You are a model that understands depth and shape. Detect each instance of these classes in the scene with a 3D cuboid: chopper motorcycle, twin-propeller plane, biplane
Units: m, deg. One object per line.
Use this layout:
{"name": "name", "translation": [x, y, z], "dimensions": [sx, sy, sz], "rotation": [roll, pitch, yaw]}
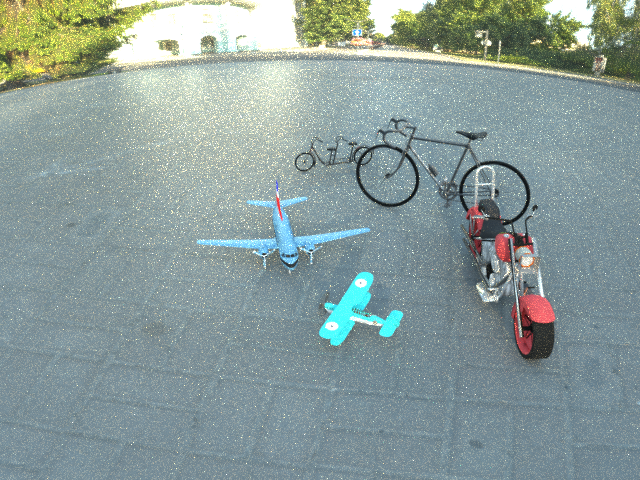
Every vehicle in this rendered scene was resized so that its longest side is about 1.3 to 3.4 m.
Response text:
{"name": "chopper motorcycle", "translation": [2.502, 0.207, 9.340], "dimensions": [0.906, 1.480, 3.040], "rotation": [-2, 28, -4]}
{"name": "twin-propeller plane", "translation": [-0.567, -0.206, 10.839], "dimensions": [2.663, 0.792, 2.129], "rotation": [-4, 28, -8]}
{"name": "biplane", "translation": [0.496, 0.974, 8.941], "dimensions": [1.090, 0.504, 1.336], "rotation": [13, 31, 23]}

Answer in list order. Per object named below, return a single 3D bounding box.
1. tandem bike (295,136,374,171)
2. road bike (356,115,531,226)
{"name": "tandem bike", "translation": [0.297, -1.728, 13.796], "dimensions": [1.642, 0.682, 0.283], "rotation": [-8, 29, -14]}
{"name": "road bike", "translation": [2.008, -1.148, 11.682], "dimensions": [3.004, 1.656, 0.696], "rotation": [12, 30, 21]}
